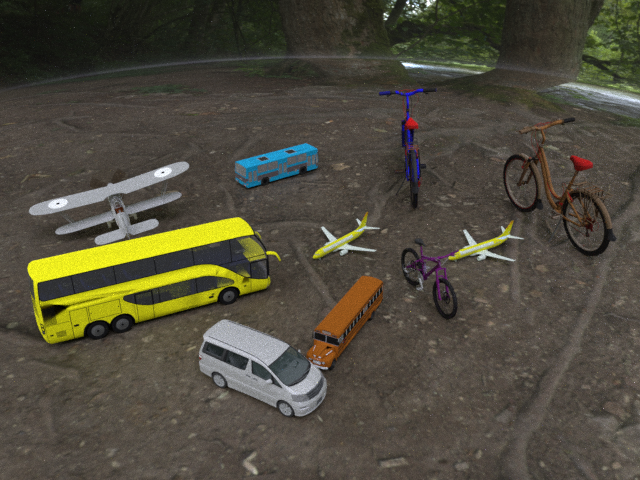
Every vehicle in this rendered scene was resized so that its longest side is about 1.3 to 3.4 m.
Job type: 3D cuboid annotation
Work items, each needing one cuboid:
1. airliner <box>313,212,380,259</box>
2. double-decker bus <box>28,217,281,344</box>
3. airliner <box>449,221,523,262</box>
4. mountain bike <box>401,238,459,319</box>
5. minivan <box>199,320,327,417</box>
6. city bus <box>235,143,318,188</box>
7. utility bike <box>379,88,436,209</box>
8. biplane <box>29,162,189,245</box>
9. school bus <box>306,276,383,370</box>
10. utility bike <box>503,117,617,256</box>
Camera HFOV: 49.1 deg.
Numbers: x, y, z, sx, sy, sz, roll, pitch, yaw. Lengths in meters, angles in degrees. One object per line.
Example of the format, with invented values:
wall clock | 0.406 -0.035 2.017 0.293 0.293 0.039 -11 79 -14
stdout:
airliner | 0.348 -0.056 11.119 1.161 0.429 1.307 25 37 38
double-decker bus | -2.165 0.488 9.468 3.251 1.052 0.756 -14 31 -23
airliner | 2.537 0.027 10.965 1.307 0.429 1.161 -15 32 -26
mountain bike | 1.503 0.453 9.725 0.573 0.868 1.469 -11 31 -20
minivan | -0.664 1.465 8.128 1.548 0.616 0.681 16 33 27
city bus | -0.825 -1.438 13.628 1.674 0.460 0.476 -19 34 -31
utility bike | 1.576 -1.793 12.838 1.039 1.839 2.791 1 29 2
biplane | -3.286 -0.470 11.304 2.598 0.981 2.120 -11 30 -20
school bus | 0.337 1.053 9.076 0.365 0.434 1.708 14 31 24
utility bike | 3.730 -0.923 11.237 1.039 1.839 2.791 -11 30 -19
